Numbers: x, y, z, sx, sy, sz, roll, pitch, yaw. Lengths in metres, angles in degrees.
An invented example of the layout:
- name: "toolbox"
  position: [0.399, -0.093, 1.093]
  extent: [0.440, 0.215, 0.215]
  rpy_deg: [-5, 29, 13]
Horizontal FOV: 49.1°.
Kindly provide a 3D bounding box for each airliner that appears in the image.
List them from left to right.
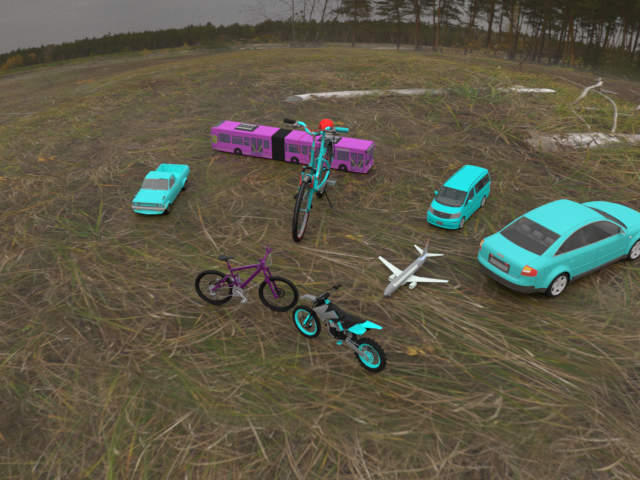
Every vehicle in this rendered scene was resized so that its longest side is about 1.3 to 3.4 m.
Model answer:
- name: "airliner"
  position: [1.287, 0.406, 10.235]
  extent: [1.161, 0.429, 1.307]
  rpy_deg: [20, 35, 30]

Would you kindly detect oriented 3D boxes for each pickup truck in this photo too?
- name: "pickup truck"
  position: [-2.834, -0.979, 12.551]
  extent: [0.640, 0.511, 1.603]
  rpy_deg: [4, 30, 6]

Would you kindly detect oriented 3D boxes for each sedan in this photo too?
- name: "sedan"
  position: [3.781, -0.071, 10.550]
  extent: [3.137, 0.940, 1.235]
  rpy_deg: [-18, 35, -28]

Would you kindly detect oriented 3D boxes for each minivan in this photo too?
- name: "minivan"
  position: [2.400, -0.745, 12.040]
  extent: [0.681, 0.616, 1.548]
  rpy_deg: [18, 35, 28]

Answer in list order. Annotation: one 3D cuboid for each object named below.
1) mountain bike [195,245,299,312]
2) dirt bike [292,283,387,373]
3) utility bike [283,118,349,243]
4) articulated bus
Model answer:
- name: "mountain bike"
  position: [-1.013, 0.563, 9.524]
  extent: [1.469, 0.868, 0.573]
  rpy_deg: [5, 30, 9]
- name: "dirt bike"
  position: [0.212, 1.062, 8.671]
  extent: [1.493, 0.857, 0.527]
  rpy_deg: [23, 37, 34]
- name: "utility bike"
  position: [0.011, -1.225, 11.649]
  extent: [1.039, 1.839, 2.791]
  rpy_deg: [6, 31, 11]
- name: "articulated bus"
  position: [-0.570, -1.889, 14.075]
  extent: [3.401, 0.561, 0.605]
  rpy_deg: [11, 32, 18]
